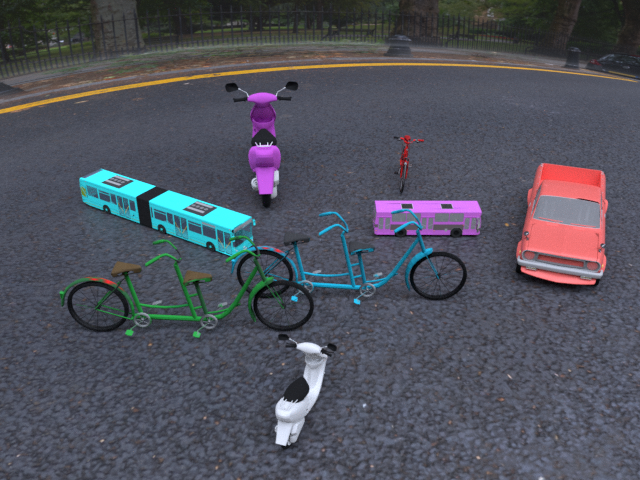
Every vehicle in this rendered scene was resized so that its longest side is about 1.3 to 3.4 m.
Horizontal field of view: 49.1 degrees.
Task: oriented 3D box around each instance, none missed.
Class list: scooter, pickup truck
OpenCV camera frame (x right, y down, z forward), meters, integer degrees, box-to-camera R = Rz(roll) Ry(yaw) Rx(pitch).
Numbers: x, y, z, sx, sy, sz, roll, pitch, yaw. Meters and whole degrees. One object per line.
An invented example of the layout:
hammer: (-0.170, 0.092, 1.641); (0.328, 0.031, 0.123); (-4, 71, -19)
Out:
scooter: (-0.183, 1.528, 7.538); (0.662, 0.919, 1.399); (9, 31, 15)
pickup truck: (3.806, -0.421, 10.824); (1.244, 0.993, 3.117); (10, 32, 17)
scooter: (-1.000, -1.844, 12.486); (1.288, 1.786, 2.721); (-2, 30, -4)

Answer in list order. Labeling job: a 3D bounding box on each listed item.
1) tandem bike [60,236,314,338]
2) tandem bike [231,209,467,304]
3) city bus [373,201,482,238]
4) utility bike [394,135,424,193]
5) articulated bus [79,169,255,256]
tandem bike: (-1.671, 0.602, 8.728); (3.192, 1.326, 0.550); (0, 30, 0)
tandem bike: (0.388, 0.240, 9.353); (3.192, 1.326, 0.550); (1, 30, 1)
city bus: (1.702, -0.336, 11.207); (1.674, 0.460, 0.476); (0, 30, 0)
utility bike: (1.583, -1.493, 12.718); (0.535, 0.946, 1.435); (3, 30, 5)
articulated bus: (-2.545, -0.482, 11.359); (3.401, 0.561, 0.605); (18, 35, 28)
